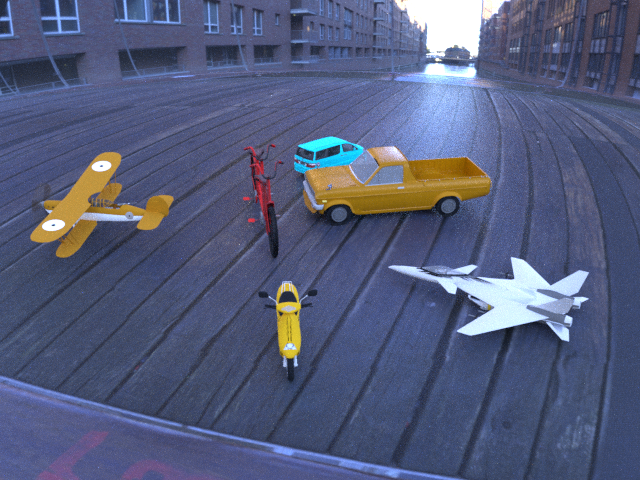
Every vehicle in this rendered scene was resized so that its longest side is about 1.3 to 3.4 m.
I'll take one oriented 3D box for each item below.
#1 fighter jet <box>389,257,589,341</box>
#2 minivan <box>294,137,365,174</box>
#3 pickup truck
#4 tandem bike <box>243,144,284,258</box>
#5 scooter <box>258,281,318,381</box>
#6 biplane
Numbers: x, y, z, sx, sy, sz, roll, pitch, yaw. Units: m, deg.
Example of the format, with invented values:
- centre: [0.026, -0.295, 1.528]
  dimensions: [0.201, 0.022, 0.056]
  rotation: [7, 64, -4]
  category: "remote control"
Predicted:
- centre: [2.108, 0.525, 9.272]
  dimensions: [2.640, 0.557, 2.229]
  rotation: [15, 30, 27]
  category: "fighter jet"
- centre: [0.232, -1.666, 13.628]
  dimensions: [1.548, 0.616, 0.681]
  rotation: [-22, 34, -37]
  category: "minivan"
- centre: [1.279, -1.017, 11.893]
  dimensions: [3.117, 0.993, 1.244]
  rotation: [-5, 27, -10]
  category: "pickup truck"
- centre: [-0.920, -0.885, 11.252]
  dimensions: [0.550, 1.326, 3.192]
  rotation: [-5, 27, -10]
  category: "tandem bike"
- centre: [-0.365, 0.900, 8.106]
  dimensions: [0.662, 0.919, 1.399]
  rotation: [-2, 26, -3]
  category: "scooter"
- centre: [-3.344, -0.441, 10.744]
  dimensions: [2.120, 0.981, 2.598]
  rotation: [4, 27, 7]
  category: "biplane"
